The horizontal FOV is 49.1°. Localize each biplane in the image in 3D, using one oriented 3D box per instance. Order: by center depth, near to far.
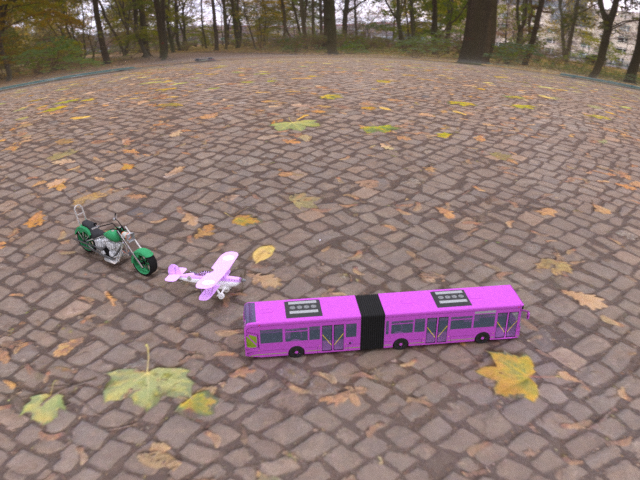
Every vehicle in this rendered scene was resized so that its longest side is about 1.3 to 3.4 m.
[{"bbox_3d":[-1.523,0.504,9.466,1.090,0.504,1.336,5,29,9],"label":"biplane"}]

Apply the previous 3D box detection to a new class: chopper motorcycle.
[{"bbox_3d":[-2.988,-0.001,10.135,1.563,0.761,0.466,17,33,29],"label":"chopper motorcycle"}]

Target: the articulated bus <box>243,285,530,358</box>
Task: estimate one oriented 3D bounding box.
[{"bbox_3d":[0.784,0.983,8.515,3.401,0.561,0.605,-3,28,-6],"label":"articulated bus"}]
